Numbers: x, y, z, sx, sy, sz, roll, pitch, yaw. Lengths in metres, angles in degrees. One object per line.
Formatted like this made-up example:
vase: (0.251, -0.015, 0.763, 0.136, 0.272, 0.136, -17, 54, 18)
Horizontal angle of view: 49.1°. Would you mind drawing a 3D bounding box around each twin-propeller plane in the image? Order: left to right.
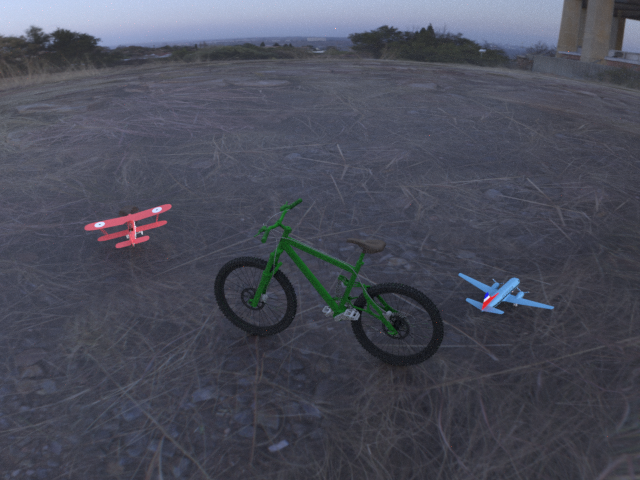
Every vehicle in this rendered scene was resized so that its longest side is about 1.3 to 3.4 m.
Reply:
twin-propeller plane: (2.407, 0.683, 9.295, 1.370, 0.407, 1.095, 21, 34, 34)

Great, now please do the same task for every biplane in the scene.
biplane: (-2.923, -0.154, 10.770, 1.336, 0.504, 1.090, -8, 29, -14)

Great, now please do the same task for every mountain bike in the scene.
mountain bike: (0.044, 0.567, 8.146, 2.857, 1.688, 1.114, 9, 29, 17)
